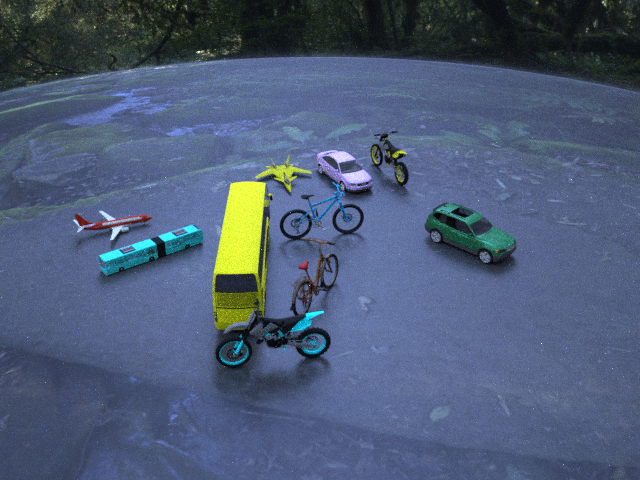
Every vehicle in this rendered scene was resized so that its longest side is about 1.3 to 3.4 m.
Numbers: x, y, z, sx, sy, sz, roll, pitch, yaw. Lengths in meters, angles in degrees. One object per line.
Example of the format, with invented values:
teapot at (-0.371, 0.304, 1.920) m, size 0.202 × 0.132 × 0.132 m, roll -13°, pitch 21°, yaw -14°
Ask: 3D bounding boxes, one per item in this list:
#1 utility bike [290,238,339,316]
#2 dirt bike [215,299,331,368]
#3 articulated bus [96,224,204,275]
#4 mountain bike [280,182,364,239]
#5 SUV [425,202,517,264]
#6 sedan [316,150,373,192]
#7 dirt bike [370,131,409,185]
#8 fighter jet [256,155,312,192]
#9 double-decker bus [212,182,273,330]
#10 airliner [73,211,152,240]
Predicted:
utility bike at (-0.111, 0.475, 10.119) m, size 0.535 × 0.946 × 1.435 m, roll 14°, pitch 32°, yaw 24°
dirt bike at (-0.591, 1.218, 8.887) m, size 1.493 × 0.857 × 0.527 m, roll -6°, pitch 30°, yaw -10°
articulated bus at (-2.724, 0.145, 11.377) m, size 1.749 × 0.289 × 0.311 m, roll -21°, pitch 36°, yaw -33°
mountain bike at (0.040, -0.446, 11.838) m, size 1.469 × 0.868 × 0.573 m, roll -6°, pitch 30°, yaw -11°
SUV at (2.488, -0.153, 11.609) m, size 1.572 × 0.580 × 0.656 m, roll 26°, pitch 38°, yaw 38°
sedan at (0.479, -1.430, 13.982) m, size 0.635 × 0.483 × 1.613 m, roll -14°, pitch 32°, yaw -23°
dirt bike at (1.386, -1.706, 14.093) m, size 0.527 × 0.857 × 1.493 m, roll -12°, pitch 32°, yaw -21°
fighter jet at (-0.706, -1.320, 13.988) m, size 1.147 × 0.286 × 1.358 m, roll -6°, pitch 30°, yaw -10°
double-decker bus at (-1.144, 0.099, 10.679) m, size 0.756 × 1.052 × 3.251 m, roll -1°, pitch 29°, yaw -2°
airliner at (-3.581, -0.373, 12.155) m, size 1.307 × 0.429 × 1.161 m, roll -13°, pitch 32°, yaw -21°
